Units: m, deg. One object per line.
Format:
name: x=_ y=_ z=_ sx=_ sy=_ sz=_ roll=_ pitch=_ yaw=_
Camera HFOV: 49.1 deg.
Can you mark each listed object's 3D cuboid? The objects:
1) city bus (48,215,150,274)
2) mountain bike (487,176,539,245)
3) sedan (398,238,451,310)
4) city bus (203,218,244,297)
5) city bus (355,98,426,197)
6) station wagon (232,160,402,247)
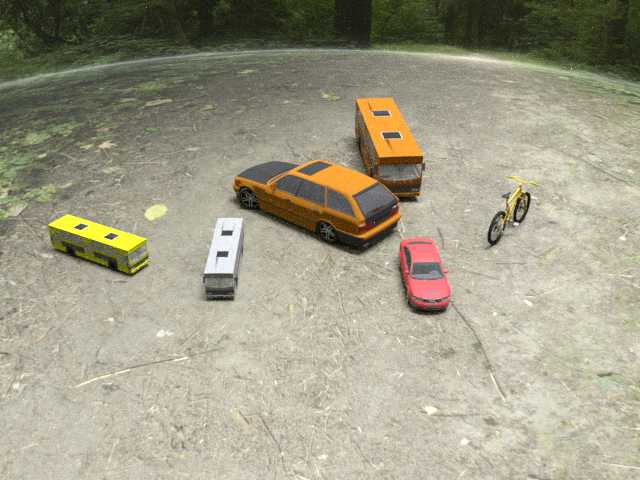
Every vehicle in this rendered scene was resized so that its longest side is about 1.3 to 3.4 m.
city bus: x=-3.429 y=0.071 z=10.841 sx=1.674 sy=0.460 sz=0.476 roll=15 pitch=33 yaw=25
mountain bike: x=3.126 y=-0.502 z=11.435 sx=0.573 sy=0.868 sz=1.469 roll=22 pitch=36 yaw=33
sedan: x=1.510 y=0.428 z=10.191 sx=0.635 sy=0.483 sz=1.613 roll=-1 pitch=30 yaw=-1
city bus: x=-1.416 y=0.253 z=10.522 sx=0.476 sy=0.460 sz=1.674 roll=0 pitch=30 yaw=0
city bus: x=1.283 y=-1.857 z=13.785 sx=0.926 sy=0.894 sz=3.255 roll=-2 pitch=30 yaw=-4
station wagon: x=-0.141 y=-0.838 z=11.971 sx=3.105 sy=0.920 sz=1.327 roll=23 pitch=37 yaw=35
